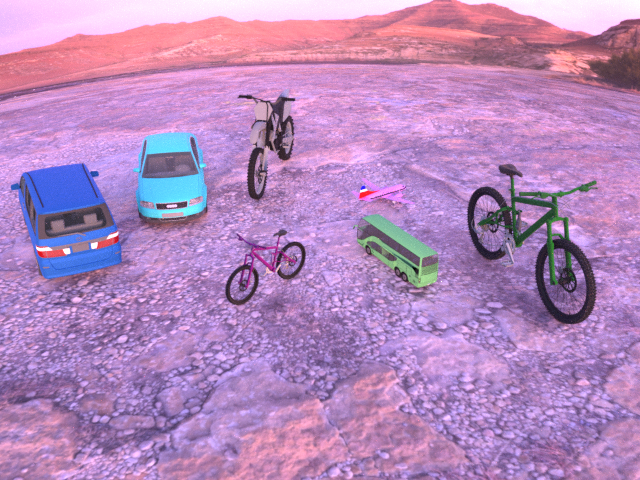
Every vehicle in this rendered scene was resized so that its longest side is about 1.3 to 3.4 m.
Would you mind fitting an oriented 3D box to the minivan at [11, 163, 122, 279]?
[{"bbox_3d":[-3.904,-0.496,10.667,1.324,1.197,3.011,-13,30,-23],"label":"minivan"}]

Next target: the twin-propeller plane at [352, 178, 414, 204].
[{"bbox_3d":[1.105,-0.868,12.245,1.095,0.407,1.370,-18,33,-31],"label":"twin-propeller plane"}]

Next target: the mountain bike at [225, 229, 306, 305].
[{"bbox_3d":[-0.718,0.304,9.480,0.573,0.868,1.469,23,35,37],"label":"mountain bike"}]

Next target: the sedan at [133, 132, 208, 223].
[{"bbox_3d":[-2.648,-1.264,12.432,1.235,0.940,3.137,-5,28,-10],"label":"sedan"}]

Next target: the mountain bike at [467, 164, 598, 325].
[{"bbox_3d":[2.774,-0.126,9.418,1.114,1.688,2.857,-9,29,-17],"label":"mountain bike"}]

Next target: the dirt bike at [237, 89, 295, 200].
[{"bbox_3d":[-0.875,-1.932,12.931,1.024,1.666,2.903,5,28,10],"label":"dirt bike"}]

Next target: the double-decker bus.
[{"bbox_3d":[1.087,0.115,10.200,0.389,0.541,1.672,-15,31,-26],"label":"double-decker bus"}]
